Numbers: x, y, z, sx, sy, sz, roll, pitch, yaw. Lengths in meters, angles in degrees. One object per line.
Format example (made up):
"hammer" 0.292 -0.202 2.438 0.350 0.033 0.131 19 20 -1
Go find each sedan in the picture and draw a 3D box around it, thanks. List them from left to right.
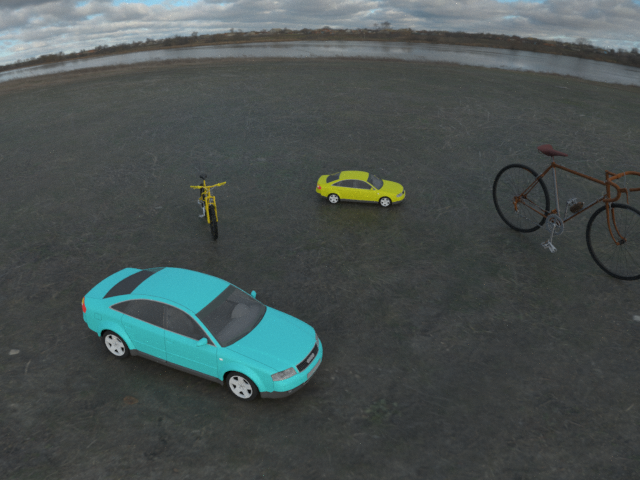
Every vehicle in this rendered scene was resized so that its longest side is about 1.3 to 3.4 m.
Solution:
"sedan" -1.465 0.984 8.528 3.137 0.940 1.235 13 31 23
"sedan" 0.735 -0.963 12.649 1.613 0.483 0.635 4 28 8

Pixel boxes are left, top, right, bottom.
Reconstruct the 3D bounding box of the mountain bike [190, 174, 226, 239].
"mountain bike" -1.865 -0.629 11.618 0.573 0.868 1.469 -8 29 -15

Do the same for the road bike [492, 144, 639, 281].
"road bike" 3.797 -0.540 10.618 0.696 1.656 3.004 -19 33 -31
